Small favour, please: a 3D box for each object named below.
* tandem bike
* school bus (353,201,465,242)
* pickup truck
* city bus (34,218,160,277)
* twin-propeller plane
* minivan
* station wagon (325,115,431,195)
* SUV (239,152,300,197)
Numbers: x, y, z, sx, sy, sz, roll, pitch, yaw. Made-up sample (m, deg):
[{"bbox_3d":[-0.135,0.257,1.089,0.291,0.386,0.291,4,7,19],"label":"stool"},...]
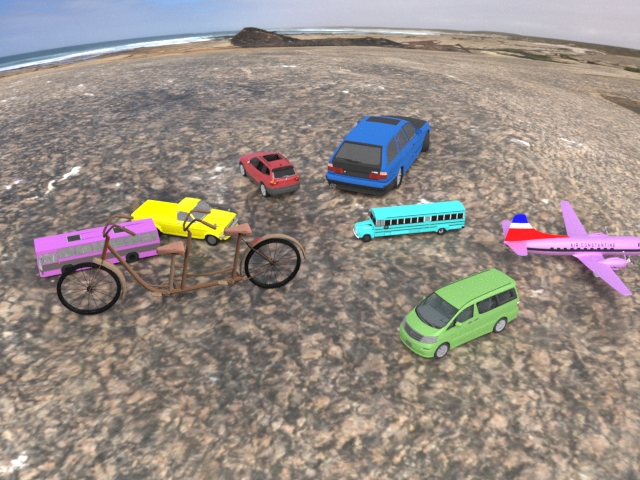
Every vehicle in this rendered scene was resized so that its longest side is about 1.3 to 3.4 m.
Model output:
[{"bbox_3d":[-1.723,0.226,8.917,3.192,1.326,0.550,-8,30,-13],"label":"tandem bike"},{"bbox_3d":[1.365,-0.295,10.753,1.708,0.434,0.365,-6,30,-10],"label":"school bus"},{"bbox_3d":[-2.084,-0.351,10.775,1.603,0.511,0.640,8,30,14],"label":"pickup truck"},{"bbox_3d":[-3.158,0.115,9.996,1.674,0.460,0.476,-12,31,-20],"label":"city bus"},{"bbox_3d":[3.668,-0.012,9.884,2.129,0.792,2.663,0,29,0],"label":"twin-propeller plane"},{"bbox_3d":[1.695,0.870,8.495,1.548,0.616,0.681,-17,34,-28],"label":"minivan"},{"bbox_3d":[1.174,-1.802,12.939,1.327,0.920,3.105,12,31,20],"label":"station wagon"},{"bbox_3d":[-0.902,-1.261,12.323,0.656,0.580,1.572,-14,32,-24],"label":"SUV"}]
